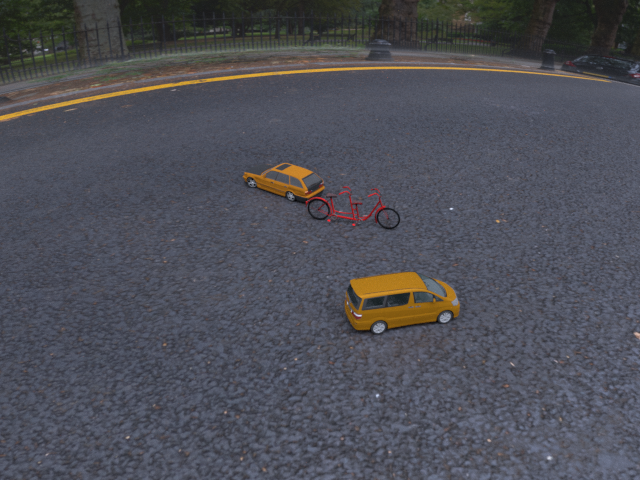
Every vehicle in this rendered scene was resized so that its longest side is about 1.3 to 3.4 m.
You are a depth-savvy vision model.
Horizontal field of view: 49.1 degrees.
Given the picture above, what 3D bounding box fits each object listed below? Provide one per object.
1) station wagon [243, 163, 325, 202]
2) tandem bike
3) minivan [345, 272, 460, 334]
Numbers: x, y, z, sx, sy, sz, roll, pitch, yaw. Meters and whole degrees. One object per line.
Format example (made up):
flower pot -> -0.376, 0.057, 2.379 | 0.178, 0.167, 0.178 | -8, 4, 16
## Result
station wagon -> -0.697, -1.149, 12.962 | 1.597, 0.473, 0.682 | 20, 35, 31
tandem bike -> 0.541, -0.565, 11.734 | 1.642, 0.682, 0.283 | 8, 31, 14
minivan -> 1.126, 0.792, 9.434 | 1.548, 0.616, 0.681 | -7, 31, -12
